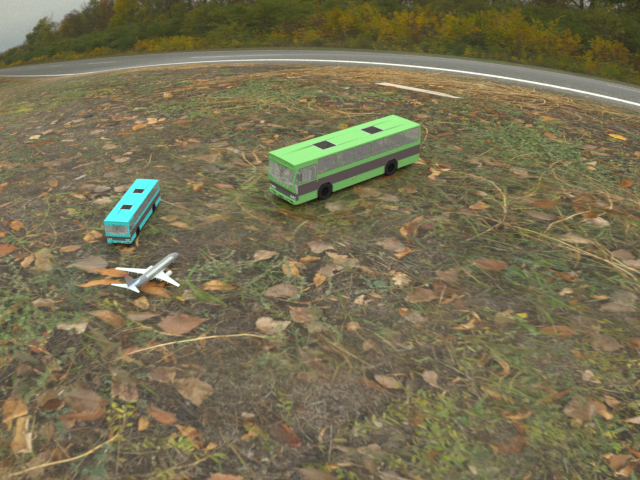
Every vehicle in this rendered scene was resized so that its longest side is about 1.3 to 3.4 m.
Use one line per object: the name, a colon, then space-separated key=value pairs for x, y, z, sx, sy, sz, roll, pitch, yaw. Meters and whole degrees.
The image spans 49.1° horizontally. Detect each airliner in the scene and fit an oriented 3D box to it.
airliner: x=-2.536 y=0.404 z=10.577 sx=1.161 sy=0.429 sz=1.307 roll=13 pitch=32 yaw=21

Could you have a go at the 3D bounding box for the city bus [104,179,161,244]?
city bus: x=-3.224 y=-0.504 z=12.149 sx=0.476 sy=0.460 sz=1.674 roll=3 pitch=30 yaw=5

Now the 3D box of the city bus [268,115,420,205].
city bus: x=0.536 y=-1.571 z=13.591 sx=3.255 sy=0.894 sz=0.926 roll=-22 pitch=36 yaw=-34
